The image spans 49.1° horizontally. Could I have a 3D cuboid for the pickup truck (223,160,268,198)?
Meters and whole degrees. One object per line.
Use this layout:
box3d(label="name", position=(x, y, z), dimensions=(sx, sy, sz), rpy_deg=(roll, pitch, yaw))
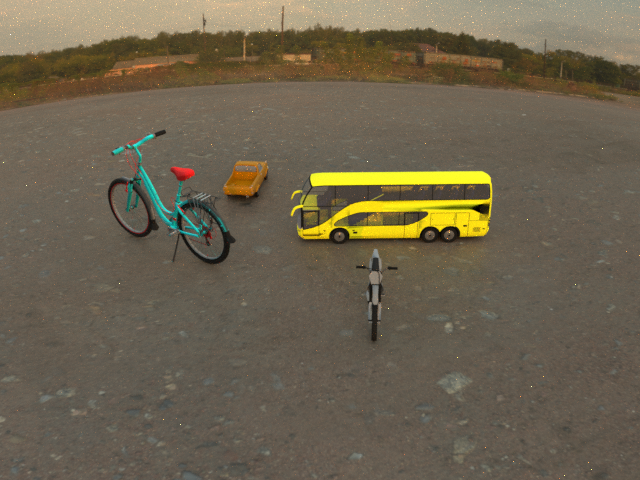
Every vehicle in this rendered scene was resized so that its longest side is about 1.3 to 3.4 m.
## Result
box3d(label="pickup truck", position=(-1.422, -1.236, 13.572), dimensions=(0.640, 0.511, 1.603), rpy_deg=(3, 25, 6))

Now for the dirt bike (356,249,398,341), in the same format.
box3d(label="dirt bike", position=(0.727, 0.647, 9.149), dimensions=(0.527, 0.857, 1.493), rpy_deg=(2, 25, 4))

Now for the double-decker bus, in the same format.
box3d(label="double-decker bus", position=(1.149, -0.555, 11.483), dimensions=(3.251, 1.052, 0.756), rpy_deg=(-1, 25, -2))

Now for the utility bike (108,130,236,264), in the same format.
box3d(label="utility bike", position=(-2.440, -0.623, 10.700), dimensions=(2.791, 1.839, 1.039), rpy_deg=(17, 30, 32))
